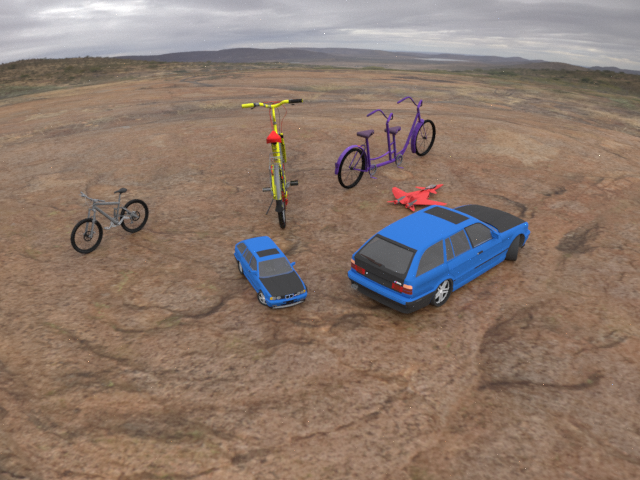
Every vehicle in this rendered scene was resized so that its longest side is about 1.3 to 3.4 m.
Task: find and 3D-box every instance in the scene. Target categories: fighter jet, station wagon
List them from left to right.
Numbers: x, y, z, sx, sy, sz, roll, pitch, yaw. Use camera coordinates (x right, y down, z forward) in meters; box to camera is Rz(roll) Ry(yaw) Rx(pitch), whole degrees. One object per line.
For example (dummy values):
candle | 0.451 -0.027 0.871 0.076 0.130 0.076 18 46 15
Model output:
station wagon | -0.713 0.397 9.838 0.682 0.473 1.597 -11 29 -21
fighter jet | 1.848 -0.892 12.606 1.147 0.286 1.358 22 34 37
station wagon | 1.826 0.026 10.078 3.105 0.920 1.327 -24 35 -38

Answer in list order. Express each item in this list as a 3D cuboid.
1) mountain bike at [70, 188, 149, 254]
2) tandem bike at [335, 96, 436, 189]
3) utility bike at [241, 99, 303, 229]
mountain bike | -3.273 -0.365 10.912 0.573 0.868 1.469 19 32 33
tandem bike | 1.345 -1.946 13.546 0.550 1.326 3.192 22 34 37
utility bike | -0.793 -1.399 11.888 1.039 1.839 2.791 -1 27 -2
